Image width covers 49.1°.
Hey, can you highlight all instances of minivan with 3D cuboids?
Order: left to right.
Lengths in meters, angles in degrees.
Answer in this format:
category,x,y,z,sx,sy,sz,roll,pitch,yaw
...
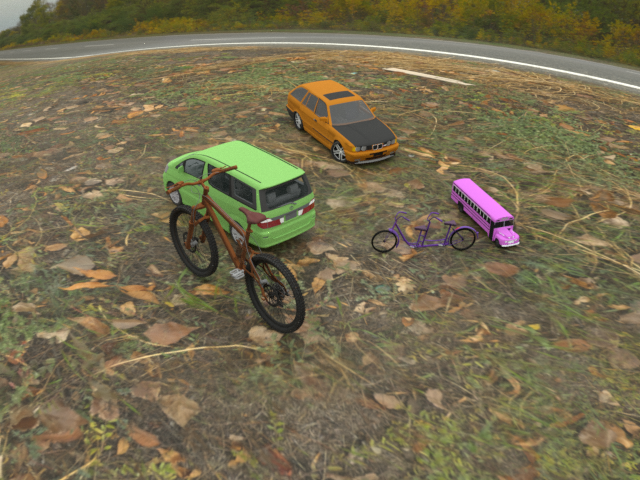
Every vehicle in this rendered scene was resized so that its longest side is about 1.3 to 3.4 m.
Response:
category,x,y,z,sx,sy,sz,roll,pitch,yaw
minivan,-1.418,-0.926,11.423,1.324,1.197,3.011,-25,39,-35

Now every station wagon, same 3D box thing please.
category,x,y,z,sx,sy,sz,roll,pitch,yaw
station wagon,0.412,-2.505,14.300,1.327,0.920,3.105,-15,34,-23

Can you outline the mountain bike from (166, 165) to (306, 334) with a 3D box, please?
category,x,y,z,sx,sy,sz,roll,pitch,yaw
mountain bike,-1.188,0.090,9.270,1.114,1.688,2.857,-26,40,-36

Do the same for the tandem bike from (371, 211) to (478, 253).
category,x,y,z,sx,sy,sz,roll,pitch,yaw
tandem bike,1.596,-0.114,10.579,1.642,0.682,0.283,-2,31,-3

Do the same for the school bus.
category,x,y,z,sx,sy,sz,roll,pitch,yaw
school bus,2.680,-0.450,11.373,0.365,0.434,1.708,-10,32,-15
